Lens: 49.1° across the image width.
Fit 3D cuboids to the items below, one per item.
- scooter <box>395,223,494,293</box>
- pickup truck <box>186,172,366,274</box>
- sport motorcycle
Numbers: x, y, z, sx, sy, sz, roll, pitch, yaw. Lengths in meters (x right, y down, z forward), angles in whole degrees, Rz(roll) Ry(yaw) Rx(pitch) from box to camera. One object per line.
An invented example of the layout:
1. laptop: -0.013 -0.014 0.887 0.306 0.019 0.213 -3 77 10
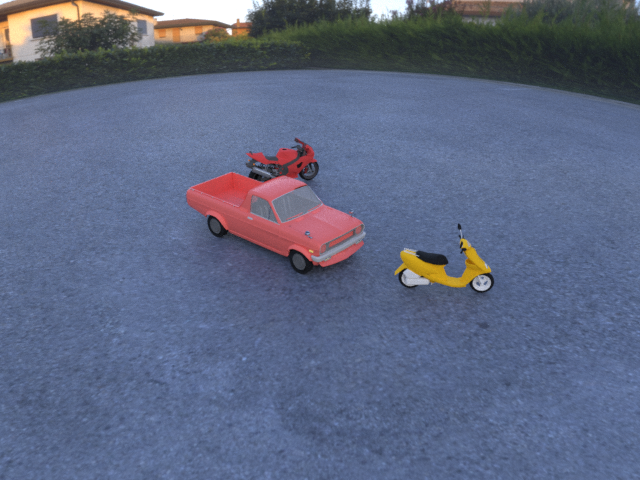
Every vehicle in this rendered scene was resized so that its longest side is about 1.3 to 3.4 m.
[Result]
1. scooter: 1.764 0.303 9.829 1.399 0.919 0.662 3 27 7
2. pickup truck: -0.773 -0.468 11.269 3.117 0.993 1.244 22 34 36
3. sport motorcycle: -0.699 -1.435 13.367 1.520 0.821 0.506 -14 30 -25
